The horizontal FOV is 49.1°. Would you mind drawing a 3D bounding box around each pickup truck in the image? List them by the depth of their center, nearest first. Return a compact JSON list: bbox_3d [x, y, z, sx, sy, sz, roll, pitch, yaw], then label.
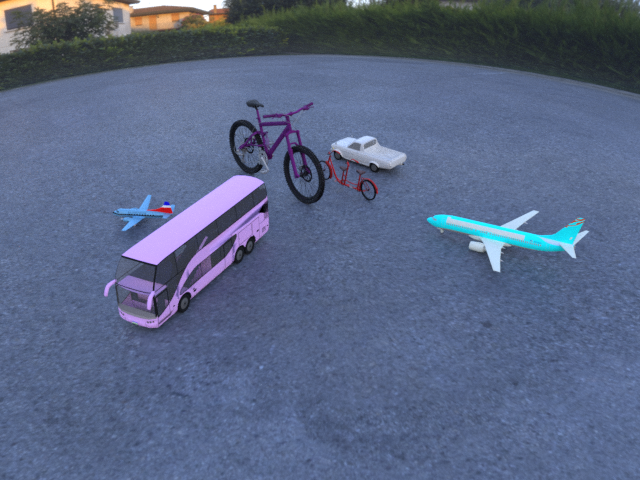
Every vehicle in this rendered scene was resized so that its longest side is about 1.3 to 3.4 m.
[{"bbox_3d":[0.981,-1.823,14.395,1.603,0.511,0.640,23,37,35],"label":"pickup truck"}]

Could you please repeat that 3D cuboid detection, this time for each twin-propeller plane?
[{"bbox_3d":[-3.089,-0.507,12.168,1.095,0.407,1.370,3,30,6],"label":"twin-propeller plane"}]

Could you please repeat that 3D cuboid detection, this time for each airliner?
[{"bbox_3d":[2.929,-0.249,11.276,2.541,0.835,2.257,16,33,25],"label":"airliner"}]

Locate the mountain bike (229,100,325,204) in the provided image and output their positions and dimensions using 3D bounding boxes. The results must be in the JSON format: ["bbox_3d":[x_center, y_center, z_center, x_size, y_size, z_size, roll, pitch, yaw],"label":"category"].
[{"bbox_3d":[-0.877,-1.769,13.102,1.114,1.688,2.857,-23,37,-35],"label":"mountain bike"}]

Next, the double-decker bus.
[{"bbox_3d":[-1.821,0.108,10.423,0.756,1.052,3.251,13,32,22],"label":"double-decker bus"}]

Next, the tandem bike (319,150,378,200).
[{"bbox_3d":[0.496,-1.256,13.216,0.283,0.682,1.642,-24,37,-36],"label":"tandem bike"}]
